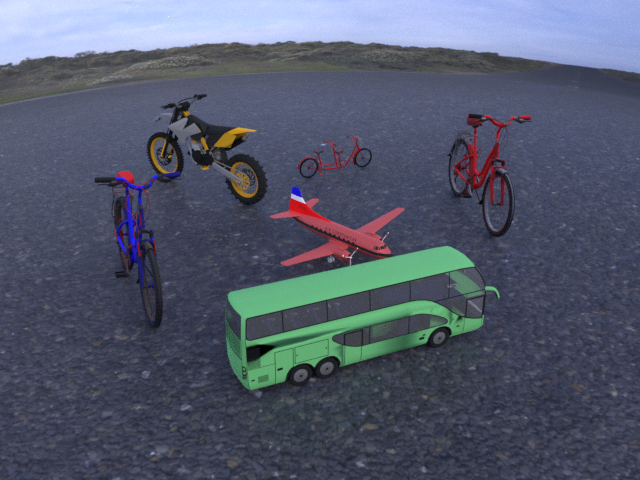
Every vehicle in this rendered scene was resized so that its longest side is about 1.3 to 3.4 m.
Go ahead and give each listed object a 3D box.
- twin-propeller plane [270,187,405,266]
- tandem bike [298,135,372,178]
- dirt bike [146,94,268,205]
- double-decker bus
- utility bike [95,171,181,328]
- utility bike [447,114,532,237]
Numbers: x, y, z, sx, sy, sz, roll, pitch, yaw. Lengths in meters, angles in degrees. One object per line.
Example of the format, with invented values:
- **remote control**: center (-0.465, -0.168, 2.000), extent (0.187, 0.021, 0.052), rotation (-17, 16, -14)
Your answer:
- **twin-propeller plane**: center (0.272, -0.196, 10.516), extent (2.129, 0.792, 2.663), rotation (23, 34, 38)
- **tandem bike**: center (0.303, -1.619, 13.517), extent (1.642, 0.682, 0.283), rotation (-13, 29, -25)
- **dirt bike**: center (-2.107, -1.645, 12.459), extent (2.903, 1.666, 1.024), rotation (18, 31, 31)
- **double-decker bus**: center (0.523, 0.841, 8.126), extent (3.251, 1.052, 0.756), rotation (-11, 28, -21)
- **utility bike**: center (-2.373, -0.151, 9.244), extent (1.039, 1.839, 2.791), rotation (-12, 29, -22)
- **utility bike**: center (2.740, -1.308, 11.582), extent (1.039, 1.839, 2.791), rotation (-4, 27, -9)
